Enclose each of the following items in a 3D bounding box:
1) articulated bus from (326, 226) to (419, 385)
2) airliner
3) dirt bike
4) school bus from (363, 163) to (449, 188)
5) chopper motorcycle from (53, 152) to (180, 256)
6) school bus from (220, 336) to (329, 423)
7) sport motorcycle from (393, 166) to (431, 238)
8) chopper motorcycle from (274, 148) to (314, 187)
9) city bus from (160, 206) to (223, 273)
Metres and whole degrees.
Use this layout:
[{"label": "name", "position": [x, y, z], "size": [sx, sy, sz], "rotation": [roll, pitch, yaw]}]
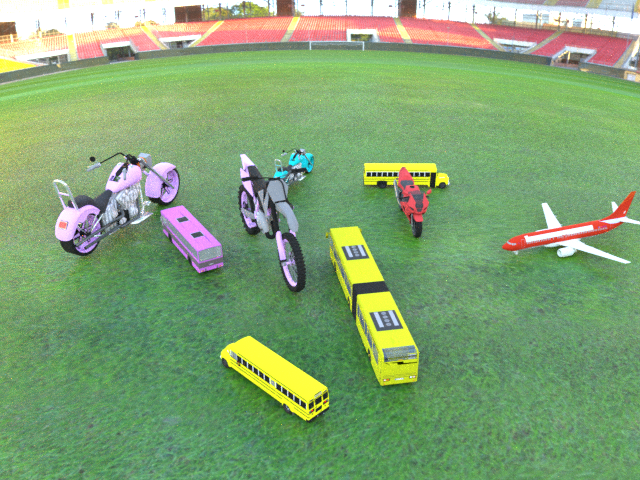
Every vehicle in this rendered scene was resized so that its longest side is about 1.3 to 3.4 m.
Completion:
[{"label": "articulated bus", "position": [0.681, 0.793, 10.028], "size": [0.605, 0.561, 3.401], "rotation": [-5, 29, -9]}, {"label": "airliner", "position": [4.184, -0.276, 11.694], "size": [2.541, 0.835, 2.257], "rotation": [-9, 30, -16]}, {"label": "dirt bike", "position": [-0.805, -0.428, 11.106], "size": [1.024, 1.666, 2.903], "rotation": [-12, 31, -20]}, {"label": "school bus", "position": [1.722, -1.287, 13.957], "size": [1.708, 0.434, 0.365], "rotation": [0, 29, 0]}, {"label": "chopper motorcycle", "position": [-3.414, -0.859, 12.087], "size": [0.906, 1.480, 3.040], "rotation": [12, 31, 21]}, {"label": "school bus", "position": [-0.609, 1.643, 8.608], "size": [0.365, 0.434, 1.708], "rotation": [-26, 38, -38]}, {"label": "sport motorcycle", "position": [1.613, -0.681, 12.449], "size": [0.506, 0.821, 1.520], "rotation": [-3, 29, -5]}, {"label": "chopper motorcycle", "position": [-0.507, -1.495, 13.997], "size": [0.466, 0.761, 1.563], "rotation": [13, 31, 22]}, {"label": "city bus", "position": [-2.142, -0.016, 11.611], "size": [0.476, 0.460, 1.674], "rotation": [-16, 33, -27]}]
